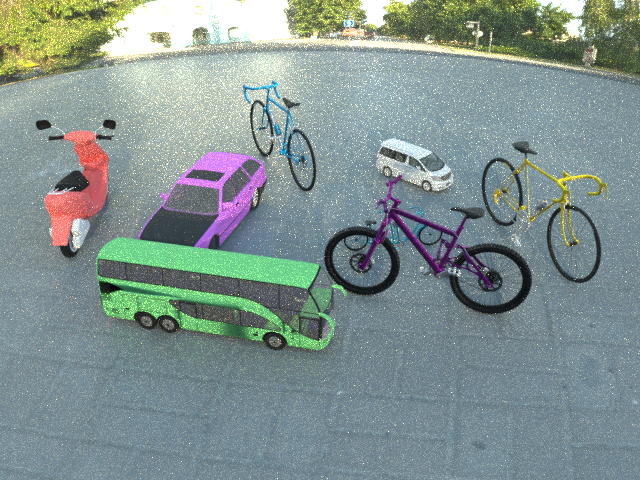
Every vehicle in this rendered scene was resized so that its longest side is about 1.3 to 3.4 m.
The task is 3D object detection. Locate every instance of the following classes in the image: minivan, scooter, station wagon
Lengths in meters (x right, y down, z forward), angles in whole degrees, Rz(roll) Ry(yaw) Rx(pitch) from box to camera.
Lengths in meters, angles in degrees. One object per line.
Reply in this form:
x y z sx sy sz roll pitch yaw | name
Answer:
1.816 -1.442 13.379 1.548 0.616 0.681 25 38 37 | minivan
-3.923 -0.999 11.426 1.288 1.786 2.721 -1 30 -1 | scooter
-1.910 -0.644 11.677 1.327 0.920 3.105 8 31 14 | station wagon

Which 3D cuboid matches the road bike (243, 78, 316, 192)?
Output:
-0.767 -2.083 13.452 0.697 1.656 3.004 -14 33 -23 | road bike

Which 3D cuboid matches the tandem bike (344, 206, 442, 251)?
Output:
1.152 -0.166 11.081 1.642 0.682 0.283 -4 30 -7 | tandem bike

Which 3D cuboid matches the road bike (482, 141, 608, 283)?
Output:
3.360 -0.587 10.837 0.697 1.656 3.004 -11 31 -18 | road bike

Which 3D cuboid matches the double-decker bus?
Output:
-1.317 0.705 9.188 3.251 1.052 0.756 7 31 12 | double-decker bus

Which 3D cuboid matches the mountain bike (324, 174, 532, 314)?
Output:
1.443 0.154 9.511 2.857 1.688 1.114 8 31 13 | mountain bike
